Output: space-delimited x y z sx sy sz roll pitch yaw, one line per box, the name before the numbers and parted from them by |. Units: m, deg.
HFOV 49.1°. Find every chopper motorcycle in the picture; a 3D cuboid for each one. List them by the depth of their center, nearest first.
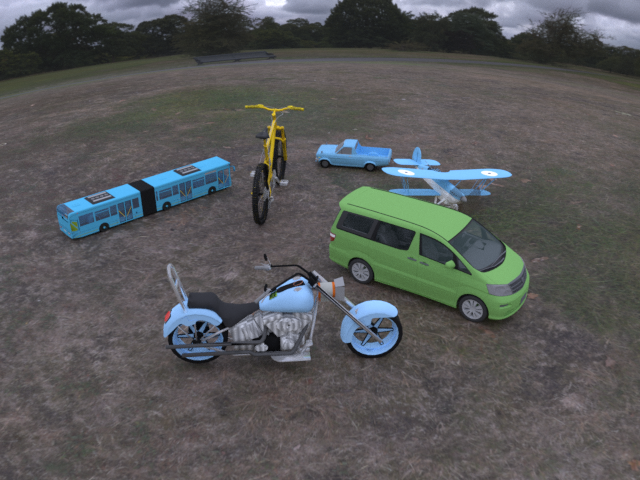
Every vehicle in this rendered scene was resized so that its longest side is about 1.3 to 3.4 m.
chopper motorcycle | -0.454 0.900 8.822 3.040 1.480 0.906 -2 29 -5

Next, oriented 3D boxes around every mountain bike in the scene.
mountain bike | -0.913 -1.498 12.978 1.114 1.688 2.857 4 29 7

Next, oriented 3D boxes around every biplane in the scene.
biplane | 2.217 -1.125 13.033 2.598 0.981 2.120 -10 30 -17

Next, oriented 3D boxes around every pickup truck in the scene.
pickup truck | 0.715 -1.824 14.798 1.603 0.511 0.640 5 29 10

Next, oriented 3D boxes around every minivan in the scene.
minivan | 1.628 0.149 10.486 3.011 1.197 1.324 18 33 29

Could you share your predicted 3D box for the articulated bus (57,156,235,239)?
articulated bus | -3.114 -0.832 12.935 3.401 0.561 0.605 -24 37 -36
